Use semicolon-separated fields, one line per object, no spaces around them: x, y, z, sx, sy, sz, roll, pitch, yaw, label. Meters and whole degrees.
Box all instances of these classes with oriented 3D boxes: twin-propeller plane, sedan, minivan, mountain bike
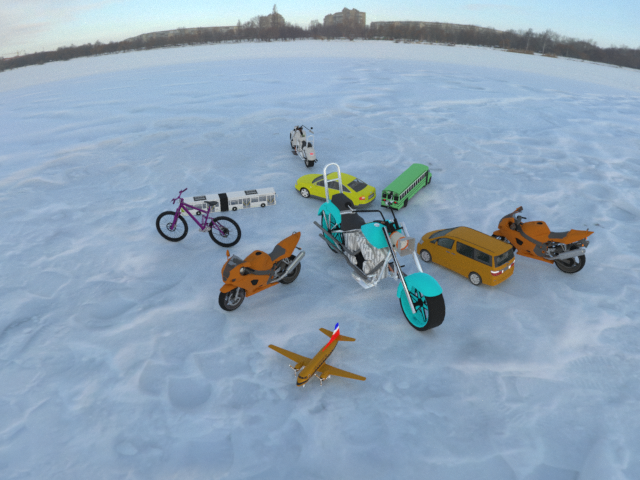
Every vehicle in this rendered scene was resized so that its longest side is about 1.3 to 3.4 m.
-0.006;1.437;8.698;1.370;0.407;1.095;15;32;25;twin-propeller plane
0.269;-0.993;13.002;1.613;0.483;0.635;17;33;28;sedan
2.216;0.161;10.784;0.681;0.616;1.548;-25;38;-37;minivan
-1.993;-0.315;11.382;1.469;0.868;0.573;6;30;10;mountain bike

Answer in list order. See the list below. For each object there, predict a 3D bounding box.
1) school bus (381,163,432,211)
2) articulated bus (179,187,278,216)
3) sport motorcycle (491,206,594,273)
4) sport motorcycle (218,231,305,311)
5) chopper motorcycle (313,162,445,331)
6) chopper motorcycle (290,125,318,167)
1.659;-1.034;13.127;0.365;0.434;1.708;15;32;25;school bus
-1.651;-0.694;12.663;1.749;0.289;0.311;-8;30;-14;articulated bus
3.385;0.018;10.830;1.520;0.821;0.506;15;32;25;sport motorcycle
-0.845;0.445;10.060;1.520;0.821;0.506;-25;37;-37;sport motorcycle
0.812;0.033;10.124;0.906;1.480;3.040;-15;32;-25;chopper motorcycle
-0.379;-2.069;14.655;0.466;0.761;1.563;-8;30;-14;chopper motorcycle
